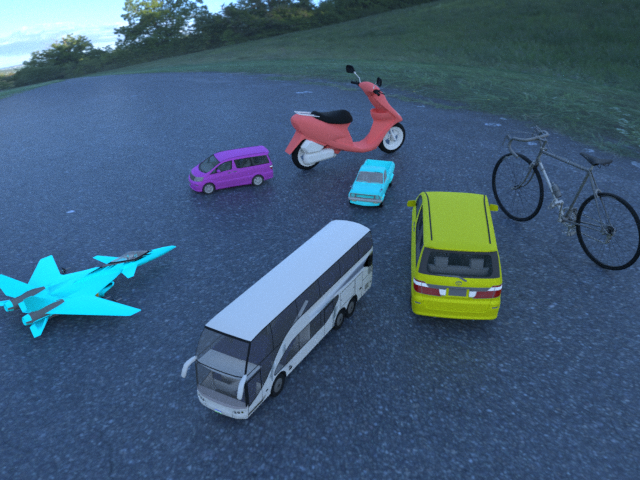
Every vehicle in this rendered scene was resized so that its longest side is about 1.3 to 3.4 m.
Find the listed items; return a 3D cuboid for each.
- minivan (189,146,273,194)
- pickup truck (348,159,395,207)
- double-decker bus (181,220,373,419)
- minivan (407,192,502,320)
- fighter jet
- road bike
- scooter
[{"bbox_3d":[-1.661,-1.316,12.963,1.548,0.616,0.681,-11,30,-21],"label":"minivan"},{"bbox_3d":[0.954,-1.097,12.661,0.640,0.511,1.603,7,29,12],"label":"pickup truck"},{"bbox_3d":[-0.329,0.853,8.392,0.756,1.052,3.251,15,31,25],"label":"double-decker bus"},{"bbox_3d":[1.876,-0.032,9.911,1.324,1.197,3.011,3,28,6],"label":"minivan"},{"bbox_3d":[-3.081,0.406,9.766,2.229,0.557,2.640,22,35,36],"label":"fighter jet"},{"bbox_3d":[3.704,-0.713,10.708,0.696,1.656,3.004,-15,31,-26],"label":"road bike"},{"bbox_3d":[0.567,-2.382,13.727,2.721,1.786,1.288,-14,31,-25],"label":"scooter"}]
